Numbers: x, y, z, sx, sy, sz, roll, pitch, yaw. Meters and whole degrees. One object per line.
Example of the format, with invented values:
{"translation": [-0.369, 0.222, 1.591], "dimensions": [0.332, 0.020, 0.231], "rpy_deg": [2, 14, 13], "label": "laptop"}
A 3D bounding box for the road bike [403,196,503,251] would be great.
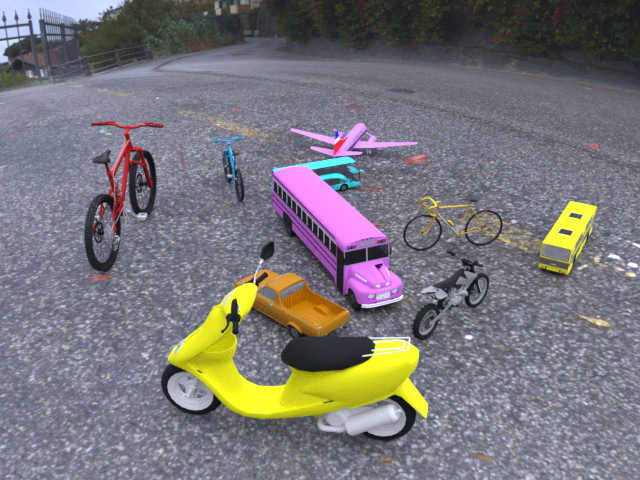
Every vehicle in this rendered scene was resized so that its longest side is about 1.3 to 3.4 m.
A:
{"translation": [1.988, -0.256, 10.374], "dimensions": [1.545, 0.852, 0.358], "rpy_deg": [-4, 28, -9], "label": "road bike"}

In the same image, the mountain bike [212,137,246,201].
{"translation": [-1.536, -1.283, 12.335], "dimensions": [0.573, 0.868, 1.469], "rpy_deg": [-9, 29, -17], "label": "mountain bike"}

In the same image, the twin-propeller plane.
{"translation": [0.596, -2.062, 13.919], "dimensions": [2.663, 0.792, 2.129], "rpy_deg": [9, 29, 16], "label": "twin-propeller plane"}

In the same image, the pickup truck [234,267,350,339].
{"translation": [-0.381, 0.753, 8.799], "dimensions": [1.603, 0.511, 0.640], "rpy_deg": [24, 36, 38], "label": "pickup truck"}

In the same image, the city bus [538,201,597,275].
{"translation": [3.685, -0.037, 10.377], "dimensions": [0.476, 0.460, 1.674], "rpy_deg": [15, 31, 27], "label": "city bus"}

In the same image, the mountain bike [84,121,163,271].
{"translation": [-2.950, -0.777, 10.470], "dimensions": [1.114, 1.688, 2.857], "rpy_deg": [2, 28, 5], "label": "mountain bike"}

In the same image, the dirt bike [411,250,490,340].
{"translation": [1.648, 0.642, 8.637], "dimensions": [1.493, 0.857, 0.527], "rpy_deg": [-23, 35, -37], "label": "dirt bike"}

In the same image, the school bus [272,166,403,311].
{"translation": [0.173, -0.117, 10.114], "dimensions": [0.709, 0.844, 3.322], "rpy_deg": [-11, 29, -20], "label": "school bus"}

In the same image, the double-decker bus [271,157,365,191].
{"translation": [-0.037, -1.086, 12.310], "dimensions": [1.672, 0.541, 0.389], "rpy_deg": [-12, 30, -22], "label": "double-decker bus"}

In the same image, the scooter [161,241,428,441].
{"translation": [-0.301, 1.101, 6.745], "dimensions": [2.721, 1.786, 1.288], "rpy_deg": [5, 28, 10], "label": "scooter"}
